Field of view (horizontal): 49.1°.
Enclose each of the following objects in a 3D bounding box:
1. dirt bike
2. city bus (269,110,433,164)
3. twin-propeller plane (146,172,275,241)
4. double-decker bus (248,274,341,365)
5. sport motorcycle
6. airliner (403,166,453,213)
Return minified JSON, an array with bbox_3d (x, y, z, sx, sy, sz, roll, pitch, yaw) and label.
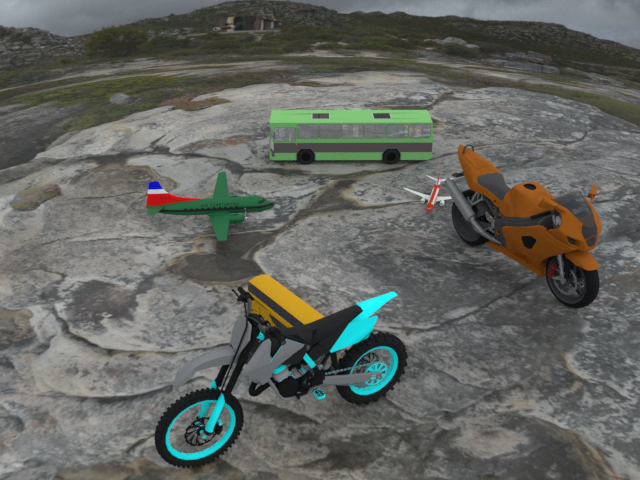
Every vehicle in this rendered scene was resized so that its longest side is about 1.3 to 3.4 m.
[{"bbox_3d":[-0.301,1.325,7.159,2.903,1.666,1.024,-14,32,-25],"label":"dirt bike"},{"bbox_3d":[0.611,-2.093,14.220,3.255,0.894,0.926,0,29,0],"label":"city bus"},{"bbox_3d":[-1.827,-0.660,11.706,2.129,0.792,2.663,-3,29,-6],"label":"twin-propeller plane"},{"bbox_3d":[-0.341,1.022,8.889,0.389,0.541,1.672,-20,35,-32],"label":"double-decker bus"},{"bbox_3d":[2.906,-0.257,10.128,0.983,1.596,2.955,-15,32,-25],"label":"sport motorcycle"},{"bbox_3d":[2.045,-0.887,12.498,1.161,0.429,1.307,8,30,15],"label":"airliner"}]
